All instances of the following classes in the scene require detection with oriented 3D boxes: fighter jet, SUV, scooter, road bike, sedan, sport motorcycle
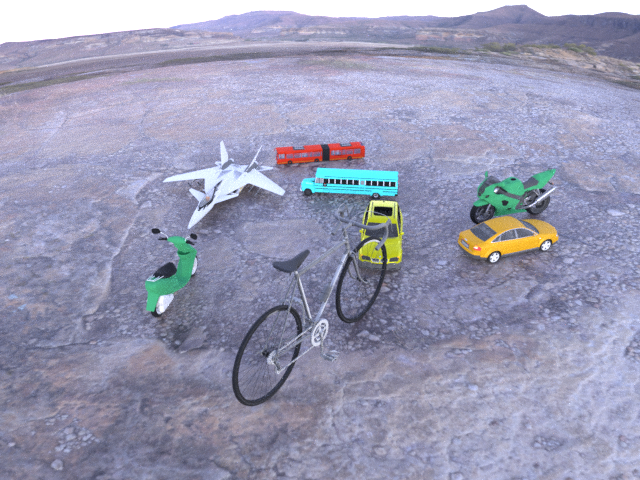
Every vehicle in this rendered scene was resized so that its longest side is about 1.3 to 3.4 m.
[{"bbox_3d":[-1.748,-0.958,12.035,2.229,0.557,2.640,7,30,12],"label":"fighter jet"},{"bbox_3d":[0.927,-0.104,10.509,0.656,0.580,1.572,3,30,6],"label":"SUV"},{"bbox_3d":[-1.972,0.359,9.354,0.662,0.919,1.399,8,31,14],"label":"scooter"},{"bbox_3d":[-0.007,0.661,8.078,0.696,1.656,3.004,20,35,31],"label":"road bike"},{"bbox_3d":[2.865,-0.081,10.568,1.613,0.483,0.635,-11,31,-19],"label":"sedan"},{"bbox_3d":[3.118,-0.710,11.332,1.520,0.821,0.506,-11,31,-18],"label":"sport motorcycle"}]

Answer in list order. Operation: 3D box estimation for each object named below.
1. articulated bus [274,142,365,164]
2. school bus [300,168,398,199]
[{"bbox_3d":[-0.003,-1.691,13.594,1.749,0.289,0.311,-5,30,-9],"label":"articulated bus"},{"bbox_3d":[0.511,-0.997,12.228,1.708,0.434,0.365,3,30,6],"label":"school bus"}]
